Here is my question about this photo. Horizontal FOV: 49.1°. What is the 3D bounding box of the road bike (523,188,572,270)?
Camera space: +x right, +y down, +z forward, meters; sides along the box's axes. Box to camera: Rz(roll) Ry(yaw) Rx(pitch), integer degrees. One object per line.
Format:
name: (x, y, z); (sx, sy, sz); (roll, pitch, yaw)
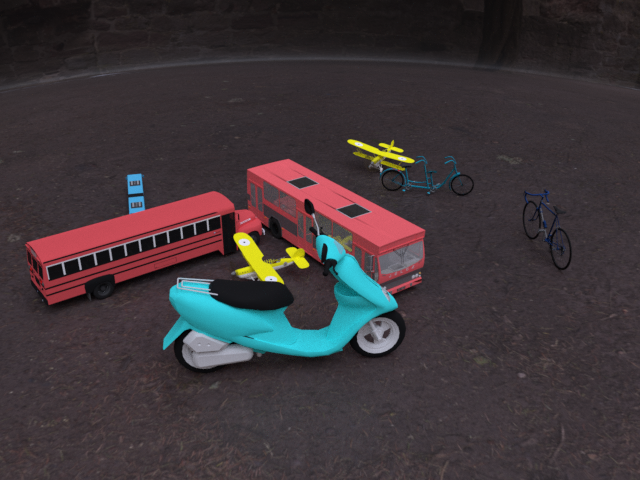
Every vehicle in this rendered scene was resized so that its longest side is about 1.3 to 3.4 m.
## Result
road bike: (3.307, -0.202, 10.202); (0.358, 0.852, 1.545); (-4, 28, -8)

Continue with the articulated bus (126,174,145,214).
articulated bus: (-3.067, -0.670, 11.715); (0.311, 0.289, 1.749); (-7, 28, -13)

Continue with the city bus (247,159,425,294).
city bus: (0.108, -0.227, 10.204); (0.926, 0.894, 3.255); (-18, 33, -31)

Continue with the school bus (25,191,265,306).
school bus: (-2.292, 0.024, 9.776); (3.322, 0.844, 0.709); (-19, 33, -32)

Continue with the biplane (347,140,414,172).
biplane: (1.205, -1.601, 13.276); (1.336, 0.504, 1.090); (13, 30, 24)

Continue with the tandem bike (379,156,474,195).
tandem bike: (1.855, -1.128, 12.172); (1.642, 0.682, 0.283); (5, 28, 9)

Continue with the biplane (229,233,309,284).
biplane: (-0.688, 0.358, 9.500); (1.090, 0.504, 1.336); (-14, 30, -25)

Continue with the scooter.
scooter: (-0.362, 0.624, 7.595); (2.721, 1.786, 1.288); (-4, 28, -8)
